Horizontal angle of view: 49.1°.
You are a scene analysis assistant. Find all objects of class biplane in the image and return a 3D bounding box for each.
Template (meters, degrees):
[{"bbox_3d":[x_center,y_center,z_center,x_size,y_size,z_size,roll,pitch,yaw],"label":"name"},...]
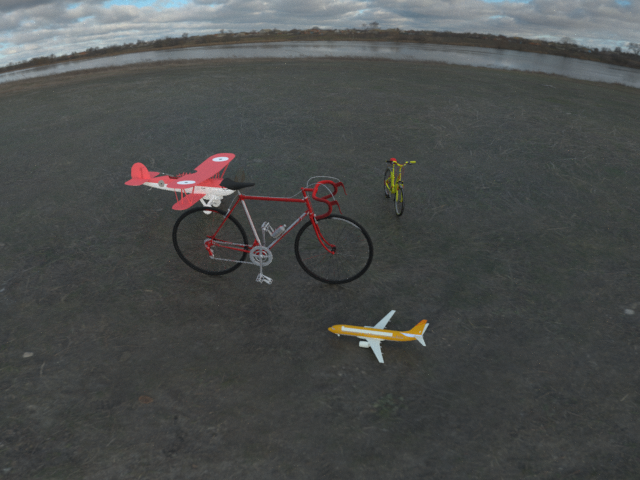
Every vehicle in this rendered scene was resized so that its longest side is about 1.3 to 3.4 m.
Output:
[{"bbox_3d":[-2.359,-1.027,12.516,2.120,0.981,2.598,6,29,10],"label":"biplane"}]

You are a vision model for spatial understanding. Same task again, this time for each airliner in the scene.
[{"bbox_3d":[0.743,1.140,9.105,1.307,0.429,1.161,6,29,11],"label":"airliner"}]

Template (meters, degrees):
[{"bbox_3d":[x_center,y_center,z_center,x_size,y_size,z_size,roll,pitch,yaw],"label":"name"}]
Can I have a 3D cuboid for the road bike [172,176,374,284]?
[{"bbox_3d":[-0.716,-0.132,10.162,3.004,1.656,0.697,4,29,7],"label":"road bike"}]

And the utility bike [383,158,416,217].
[{"bbox_3d":[1.392,-1.072,12.636,0.535,0.946,1.435,-4,29,-7],"label":"utility bike"}]
